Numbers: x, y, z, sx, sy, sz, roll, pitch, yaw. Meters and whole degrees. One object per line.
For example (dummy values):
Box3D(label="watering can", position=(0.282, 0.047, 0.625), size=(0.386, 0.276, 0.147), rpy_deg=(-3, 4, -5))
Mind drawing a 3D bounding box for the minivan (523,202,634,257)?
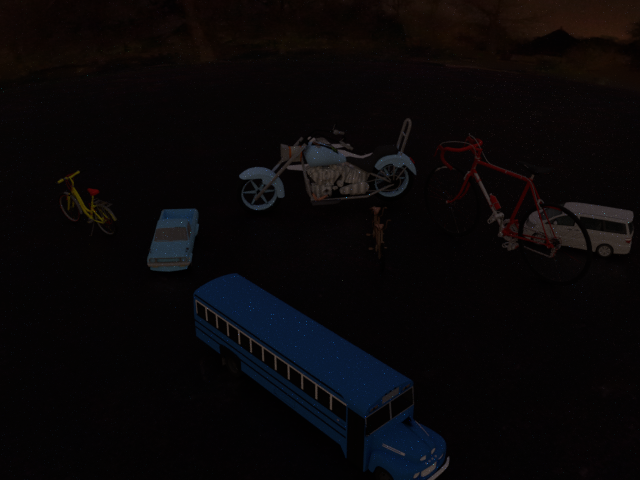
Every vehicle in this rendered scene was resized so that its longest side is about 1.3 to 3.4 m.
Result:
Box3D(label="minivan", position=(3.895, -0.215, 10.570), size=(1.548, 0.616, 0.681), rpy_deg=(11, 29, 21))

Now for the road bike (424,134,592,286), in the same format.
Box3D(label="road bike", position=(2.583, -0.492, 9.972), size=(0.696, 1.656, 3.004), rpy_deg=(-19, 33, -33))

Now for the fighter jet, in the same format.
Box3D(label="fighter jet", position=(0.287, -1.784, 13.680), size=(2.229, 0.557, 2.640), rpy_deg=(-12, 30, -23))

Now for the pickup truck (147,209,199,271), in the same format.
Box3D(label="pickup truck", position=(-2.164, -0.072, 10.407), size=(0.640, 0.511, 1.603), rpy_deg=(-2, 27, -3))

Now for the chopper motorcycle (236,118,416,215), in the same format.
Box3D(label="chopper motorcycle", position=(0.119, -1.218, 11.573), size=(3.040, 1.480, 0.906), rpy_deg=(-5, 28, -9))

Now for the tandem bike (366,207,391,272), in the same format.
Box3D(label="tandem bike", position=(0.867, -0.153, 10.378), size=(0.283, 0.682, 1.642), rpy_deg=(-1, 27, -1))

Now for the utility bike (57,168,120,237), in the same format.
Box3D(label="utility bike", position=(-3.669, -0.556, 10.872), size=(1.435, 0.946, 0.535), rpy_deg=(17, 32, 30))

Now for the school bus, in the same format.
Box3D(label="school bus", position=(-0.106, 1.364, 7.255), size=(0.709, 0.844, 3.322), rpy_deg=(-23, 35, -37))
